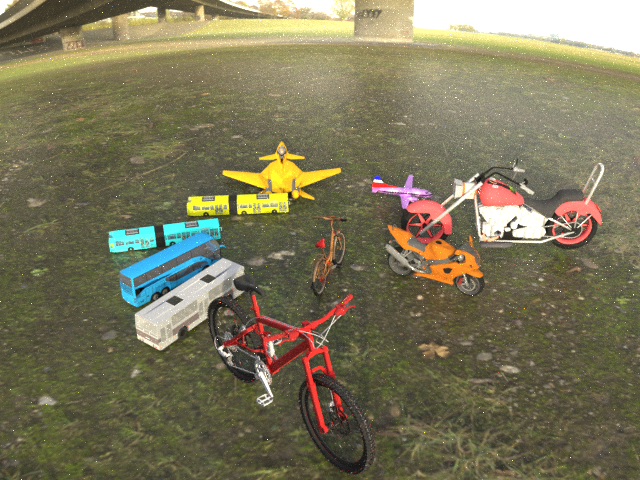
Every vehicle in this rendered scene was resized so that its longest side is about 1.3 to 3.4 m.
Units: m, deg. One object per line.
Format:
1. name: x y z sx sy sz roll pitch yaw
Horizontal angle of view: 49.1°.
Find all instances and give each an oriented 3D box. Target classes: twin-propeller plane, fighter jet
1. twin-propeller plane: 1.471 -0.911 12.468 1.095 0.407 1.370 6 31 10
2. fighter jet: -0.730 -1.522 13.360 2.229 0.557 2.640 -1 30 -2

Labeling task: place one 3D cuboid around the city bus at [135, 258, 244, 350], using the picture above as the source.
1. city bus: -1.699 0.851 9.420 0.476 0.460 1.674 20 36 30

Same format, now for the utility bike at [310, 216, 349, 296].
1. utility bike: 0.084 0.154 10.125 0.535 0.946 1.435 10 32 17

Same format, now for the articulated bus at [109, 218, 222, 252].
1. articulated bus: -2.454 -0.074 11.162 1.749 0.289 0.311 -8 31 -13

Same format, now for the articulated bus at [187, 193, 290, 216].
1. articulated bus: -1.398 -0.611 12.075 1.749 0.289 0.311 -3 31 -4

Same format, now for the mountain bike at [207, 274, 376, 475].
1. mountain bike: -0.426 1.263 7.506 1.114 1.688 2.857 -23 38 -34

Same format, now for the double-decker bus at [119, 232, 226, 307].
1. double-decker bus: -2.108 0.388 10.127 0.389 0.541 1.672 24 38 34

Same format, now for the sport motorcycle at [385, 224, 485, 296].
1. sport motorcycle: 1.643 0.287 10.023 1.520 0.821 0.506 17 34 26

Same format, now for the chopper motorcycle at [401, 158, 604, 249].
1. chopper motorcycle: 2.792 -0.521 10.747 3.040 1.480 0.906 2 30 3
